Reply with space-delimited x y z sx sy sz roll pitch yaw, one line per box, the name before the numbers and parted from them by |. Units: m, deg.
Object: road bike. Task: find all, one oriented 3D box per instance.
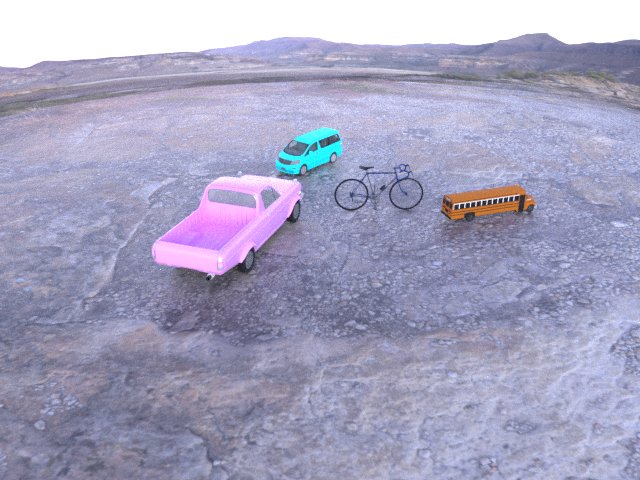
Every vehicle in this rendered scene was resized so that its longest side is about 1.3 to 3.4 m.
road bike | 1.018 -0.904 12.044 1.545 0.852 0.358 -1 26 -2

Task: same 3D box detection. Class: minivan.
minivan | -0.220 -1.796 14.129 0.681 0.616 1.548 20 33 35

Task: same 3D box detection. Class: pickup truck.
pickup truck | -1.310 -0.378 10.814 1.244 0.993 3.117 9 28 18

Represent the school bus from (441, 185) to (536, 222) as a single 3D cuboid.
school bus | 2.922 -0.641 11.984 1.708 0.434 0.365 -9 27 -17
